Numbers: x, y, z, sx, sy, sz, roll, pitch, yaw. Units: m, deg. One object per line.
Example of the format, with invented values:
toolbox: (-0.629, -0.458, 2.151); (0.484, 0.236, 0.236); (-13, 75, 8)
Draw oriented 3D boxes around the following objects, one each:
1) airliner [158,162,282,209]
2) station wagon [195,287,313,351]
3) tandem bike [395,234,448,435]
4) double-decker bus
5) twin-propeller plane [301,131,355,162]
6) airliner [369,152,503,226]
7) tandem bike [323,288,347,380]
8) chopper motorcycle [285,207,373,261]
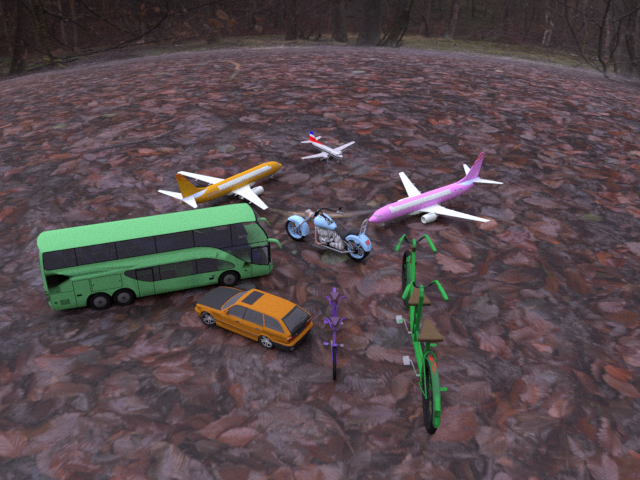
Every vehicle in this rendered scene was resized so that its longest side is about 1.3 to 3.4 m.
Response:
airliner: (-1.567, -1.162, 12.450); (2.257, 0.835, 2.541); (23, 37, 34)
station wagon: (-0.895, 0.935, 9.169); (1.597, 0.473, 0.682); (17, 34, 26)
tandem bike: (1.188, 0.892, 8.389); (0.550, 1.326, 3.192); (0, 30, 0)
double-decker bus: (-2.198, 0.206, 9.856); (3.251, 1.052, 0.756); (-9, 31, -16)
twin-propeller plane: (0.114, -1.874, 14.116); (1.370, 0.407, 1.095); (-22, 36, -33)
airliner: (1.870, -0.858, 11.922); (2.541, 0.835, 2.257); (-18, 34, -28)
tandem bike: (0.185, 1.036, 8.785); (0.283, 0.682, 1.642); (0, 30, 1)
chopper motorcycle: (0.112, -0.175, 10.810); (1.563, 0.761, 0.466); (20, 35, 30)
